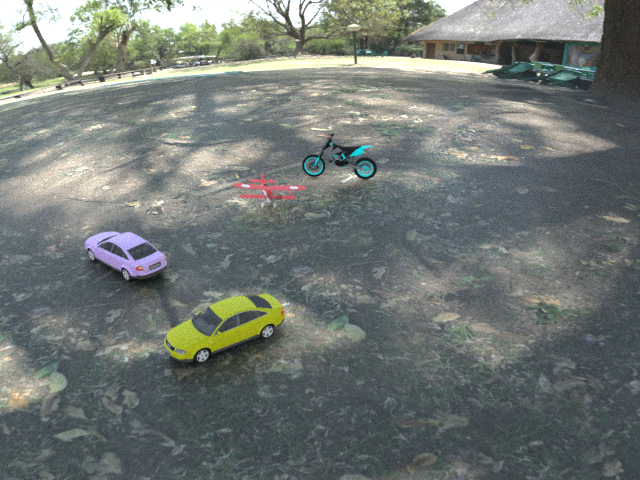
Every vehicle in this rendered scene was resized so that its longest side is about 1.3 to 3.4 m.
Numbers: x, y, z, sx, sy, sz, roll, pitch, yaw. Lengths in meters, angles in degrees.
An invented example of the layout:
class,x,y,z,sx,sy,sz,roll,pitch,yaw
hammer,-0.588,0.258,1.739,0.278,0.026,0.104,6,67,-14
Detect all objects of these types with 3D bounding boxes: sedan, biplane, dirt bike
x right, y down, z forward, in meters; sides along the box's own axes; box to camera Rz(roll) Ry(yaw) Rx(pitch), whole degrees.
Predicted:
class,x,y,z,sx,sy,sz,roll,pitch,yaw
sedan,-1.212,1.066,8.958,1.613,0.483,0.635,-17,32,-30
biplane,-0.944,-0.908,12.794,1.336,0.504,1.090,-7,28,-14
sedan,-3.012,0.154,10.741,1.613,0.483,0.635,22,34,36
dirt bike,0.383,-1.612,13.784,1.493,0.857,0.527,3,27,6
